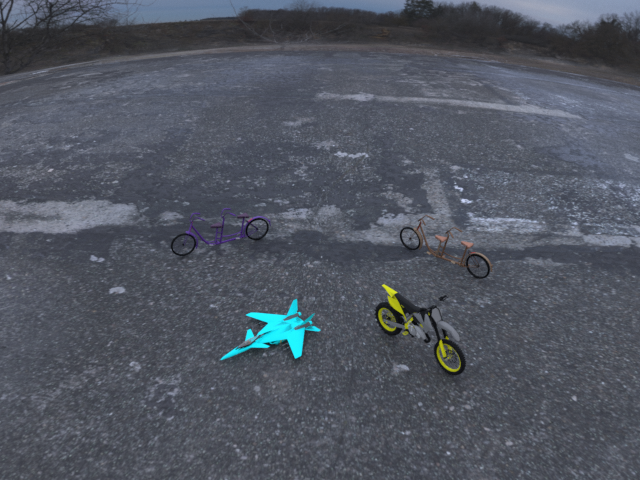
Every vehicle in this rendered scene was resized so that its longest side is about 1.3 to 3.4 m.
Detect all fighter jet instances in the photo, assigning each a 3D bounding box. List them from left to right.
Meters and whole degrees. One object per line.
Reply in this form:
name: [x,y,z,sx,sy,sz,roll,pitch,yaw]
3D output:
fighter jet: [-0.704,1.205,9.044,1.358,0.286,1.147,-22,37,-32]

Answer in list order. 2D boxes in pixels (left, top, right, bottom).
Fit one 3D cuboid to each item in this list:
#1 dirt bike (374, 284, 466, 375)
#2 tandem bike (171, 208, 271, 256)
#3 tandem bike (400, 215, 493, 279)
dirt bike: [1.241,1.059,8.731,0.527,0.857,1.493,-24,38,-34]
tandem bike: [-1.543,-0.174,10.977,1.642,0.682,0.283,-13,33,-21]
tandem bike: [1.883,0.070,10.567,1.642,0.682,0.283,24,38,35]
